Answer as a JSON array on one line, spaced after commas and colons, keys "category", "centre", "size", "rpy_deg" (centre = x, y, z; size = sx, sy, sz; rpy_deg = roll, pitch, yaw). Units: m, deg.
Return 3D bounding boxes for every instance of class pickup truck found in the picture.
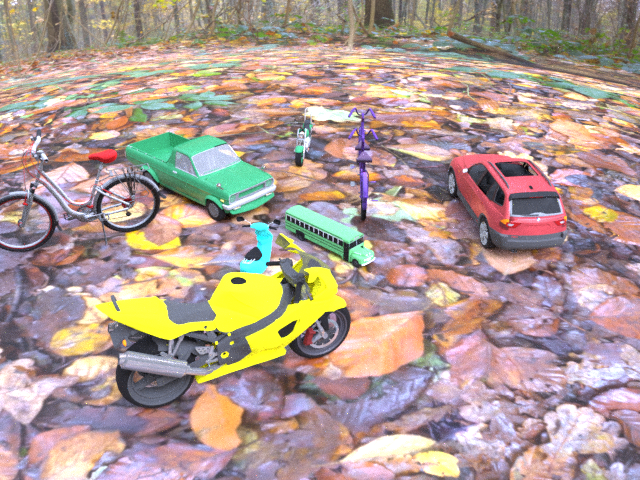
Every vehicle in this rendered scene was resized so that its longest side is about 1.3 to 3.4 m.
[{"category": "pickup truck", "centre": [-2.239, -1.349, 12.773], "size": [3.117, 0.993, 1.244], "rpy_deg": [25, 38, 36]}]

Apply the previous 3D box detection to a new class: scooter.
[{"category": "scooter", "centre": [-0.916, 0.161, 10.200], "size": [0.662, 0.919, 1.399], "rpy_deg": [5, 30, 8]}]

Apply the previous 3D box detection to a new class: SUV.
[{"category": "SUV", "centre": [3.093, -0.851, 11.765], "size": [1.276, 1.128, 3.058], "rpy_deg": [-3, 30, -5]}]

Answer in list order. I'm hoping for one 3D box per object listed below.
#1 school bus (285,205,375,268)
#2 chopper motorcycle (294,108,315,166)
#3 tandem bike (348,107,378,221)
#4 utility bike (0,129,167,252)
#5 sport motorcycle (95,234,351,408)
[{"category": "school bus", "centre": [0.150, -0.070, 11.096], "size": [1.708, 0.434, 0.365], "rpy_deg": [26, 39, 37]}, {"category": "chopper motorcycle", "centre": [-0.337, -2.118, 14.358], "size": [0.466, 0.761, 1.563], "rpy_deg": [4, 30, 6]}, {"category": "tandem bike", "centre": [0.774, -1.515, 12.729], "size": [0.550, 1.326, 3.192], "rpy_deg": [1, 30, 1]}, {"category": "utility bike", "centre": [-3.775, -0.723, 10.822], "size": [2.791, 1.839, 1.039], "rpy_deg": [-12, 32, -20]}, {"category": "sport motorcycle", "centre": [-0.967, 0.981, 8.078], "size": [2.955, 1.596, 0.983], "rpy_deg": [-13, 32, -21]}]
